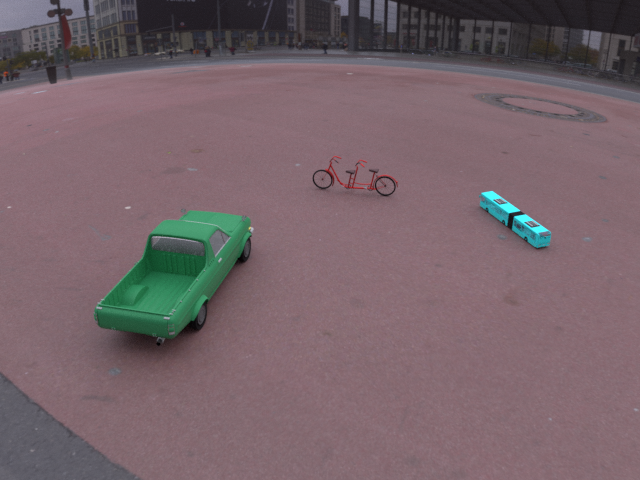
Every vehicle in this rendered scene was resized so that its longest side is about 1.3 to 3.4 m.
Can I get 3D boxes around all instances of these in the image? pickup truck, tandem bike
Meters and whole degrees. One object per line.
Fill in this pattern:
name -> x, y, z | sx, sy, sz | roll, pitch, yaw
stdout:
pickup truck -> -1.964, 0.328, 9.995 | 1.244, 0.993, 3.117 | 7, 29, 12
tandem bike -> 0.650, -1.199, 13.120 | 1.642, 0.682, 0.283 | 7, 29, 13

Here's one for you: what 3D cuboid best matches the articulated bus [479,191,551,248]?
articulated bus -> 3.317, -0.376, 12.021 | 0.311, 0.289, 1.749 | -10, 30, -18
